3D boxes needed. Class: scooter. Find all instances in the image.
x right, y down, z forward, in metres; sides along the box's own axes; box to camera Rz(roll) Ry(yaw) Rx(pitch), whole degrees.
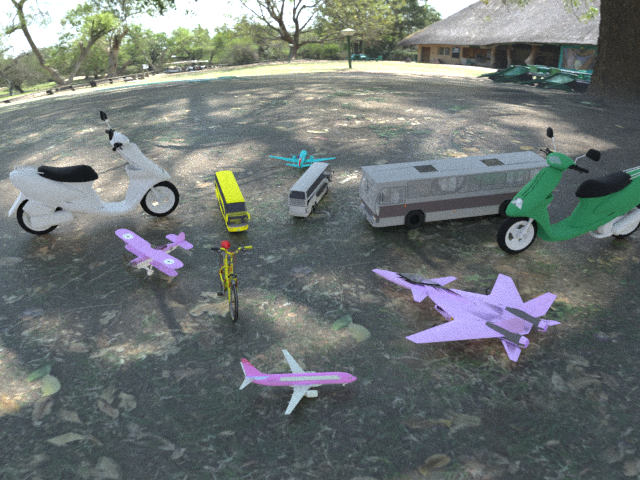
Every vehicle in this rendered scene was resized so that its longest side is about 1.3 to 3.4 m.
[{"bbox_3d":[-3.692,-1.049,11.388,2.721,1.786,1.288,-10,28,-19],"label":"scooter"},{"bbox_3d":[3.996,-0.728,10.729,2.721,1.786,1.288,-7,27,-15],"label":"scooter"}]

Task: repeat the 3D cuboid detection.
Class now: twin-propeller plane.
[{"bbox_3d":[-0.369,-1.687,14.267,1.370,0.407,1.095,2,26,4],"label":"twin-propeller plane"}]

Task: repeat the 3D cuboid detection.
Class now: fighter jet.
[{"bbox_3d":[1.717,0.675,9.256,2.640,0.557,2.229,22,34,38],"label":"fighter jet"}]

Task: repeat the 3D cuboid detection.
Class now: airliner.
[{"bbox_3d":[-0.237,1.469,7.775,1.307,0.429,1.161,-2,26,-4],"label":"airliner"}]

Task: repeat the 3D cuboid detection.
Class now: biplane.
[{"bbox_3d":[-2.382,0.192,10.307,1.336,0.504,1.090,19,32,33],"label":"biplane"}]

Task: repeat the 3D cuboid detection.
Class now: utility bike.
[{"bbox_3d":[-1.184,0.421,9.334,0.535,0.946,1.435,-7,27,-14],"label":"utility bike"}]

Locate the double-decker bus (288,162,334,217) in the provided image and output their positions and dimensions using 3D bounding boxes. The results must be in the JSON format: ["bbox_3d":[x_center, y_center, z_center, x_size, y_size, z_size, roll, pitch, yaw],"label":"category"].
[{"bbox_3d":[-0.152,-0.937,12.578,0.389,0.541,1.672,7,27,15],"label":"double-decker bus"}]

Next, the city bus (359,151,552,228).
[{"bbox_3d":[2.337,-0.856,12.010,3.255,0.894,0.926,-7,27,-13],"label":"city bus"}]

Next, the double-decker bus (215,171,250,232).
[{"bbox_3d":[-1.533,-0.669,12.029,0.389,0.541,1.672,-7,27,-13],"label":"double-decker bus"}]
